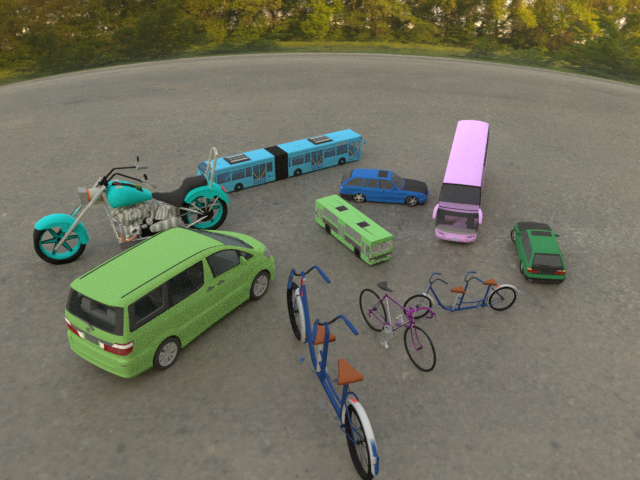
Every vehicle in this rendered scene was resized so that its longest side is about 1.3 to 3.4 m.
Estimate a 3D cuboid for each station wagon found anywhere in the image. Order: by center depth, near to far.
[{"bbox_3d":[3.364,0.085,10.767,0.682,0.473,1.597,3,30,6],"label":"station wagon"},{"bbox_3d":[1.162,-0.980,12.628,1.597,0.473,0.682,5,30,8],"label":"station wagon"}]

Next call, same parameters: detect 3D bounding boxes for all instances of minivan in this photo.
[{"bbox_3d":[-1.840,0.553,9.220,1.324,1.197,3.011,19,35,29],"label":"minivan"}]

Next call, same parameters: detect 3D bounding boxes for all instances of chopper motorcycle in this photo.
[{"bbox_3d":[-2.901,-0.542,10.850,3.040,1.480,0.906,-12,32,-19],"label":"chopper motorcycle"}]

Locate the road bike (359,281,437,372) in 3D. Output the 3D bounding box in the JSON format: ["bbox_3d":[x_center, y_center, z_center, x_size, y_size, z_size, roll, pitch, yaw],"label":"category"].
[{"bbox_3d":[0.950,1.008,8.771,0.358,0.852,1.545,-18,34,-28],"label":"road bike"}]

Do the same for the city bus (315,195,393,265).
[{"bbox_3d":[0.516,-0.173,11.230,0.476,0.460,1.674,-16,34,-26],"label":"city bus"}]

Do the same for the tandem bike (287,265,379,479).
[{"bbox_3d":[0.055,1.258,7.857,0.550,1.326,3.192,-9,31,-15],"label":"tandem bike"}]

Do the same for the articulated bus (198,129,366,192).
[{"bbox_3d":[-0.683,-1.526,13.495,3.401,0.561,0.605,-17,34,-27],"label":"articulated bus"}]

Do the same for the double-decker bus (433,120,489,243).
[{"bbox_3d":[2.524,-1.069,12.201,0.756,1.052,3.251,7,31,13],"label":"double-decker bus"}]

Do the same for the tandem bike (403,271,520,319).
[{"bbox_3d":[1.924,0.729,9.429,1.642,0.682,0.283,-5,30,-8],"label":"tandem bike"}]
